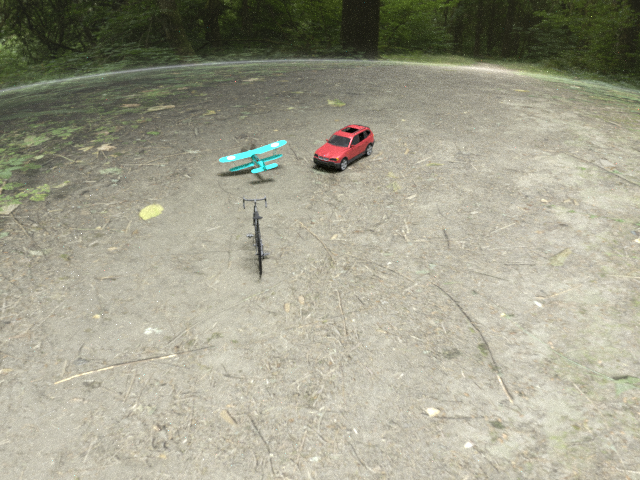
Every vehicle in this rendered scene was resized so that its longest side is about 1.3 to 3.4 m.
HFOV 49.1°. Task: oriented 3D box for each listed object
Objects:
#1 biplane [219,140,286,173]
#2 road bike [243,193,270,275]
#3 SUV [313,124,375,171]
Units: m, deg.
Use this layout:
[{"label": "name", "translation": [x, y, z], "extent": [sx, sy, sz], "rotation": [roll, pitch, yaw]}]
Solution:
[{"label": "biplane", "translation": [-1.211, -1.497, 13.284], "extent": [1.336, 0.504, 1.090], "rotation": [-11, 29, -20]}, {"label": "road bike", "translation": [-0.921, -0.128, 10.286], "extent": [0.358, 0.852, 1.545], "rotation": [-4, 28, -7]}, {"label": "SUV", "translation": [0.493, -1.872, 13.919], "extent": [0.656, 0.580, 1.572], "rotation": [17, 32, 30]}]
